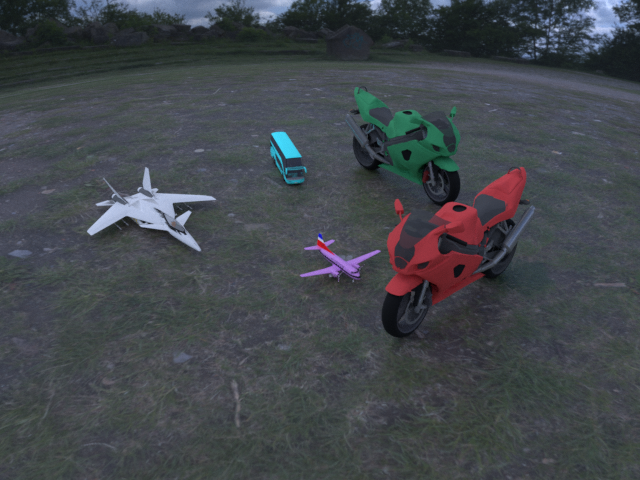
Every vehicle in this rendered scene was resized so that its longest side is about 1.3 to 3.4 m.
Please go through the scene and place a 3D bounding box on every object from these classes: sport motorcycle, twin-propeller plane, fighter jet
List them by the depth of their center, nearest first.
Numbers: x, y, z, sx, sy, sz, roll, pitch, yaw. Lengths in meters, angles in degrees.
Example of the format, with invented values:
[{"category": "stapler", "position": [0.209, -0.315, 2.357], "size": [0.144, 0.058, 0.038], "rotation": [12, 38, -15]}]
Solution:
[{"category": "sport motorcycle", "position": [1.787, 0.106, 9.049], "size": [0.983, 1.596, 2.955], "rotation": [23, 35, 38]}, {"category": "twin-propeller plane", "position": [0.254, 0.264, 10.043], "size": [1.370, 0.407, 1.095], "rotation": [-17, 32, -29]}, {"category": "fighter jet", "position": [-2.591, -0.464, 11.295], "size": [2.229, 0.557, 2.640], "rotation": [-20, 33, -33]}, {"category": "sport motorcycle", "position": [1.504, -1.743, 12.648], "size": [0.983, 1.596, 2.955], "rotation": [-17, 32, -29]}]

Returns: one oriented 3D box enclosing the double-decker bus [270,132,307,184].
[{"category": "double-decker bus", "position": [-0.640, -1.577, 13.479], "size": [0.389, 0.541, 1.672], "rotation": [-7, 28, -13]}]
